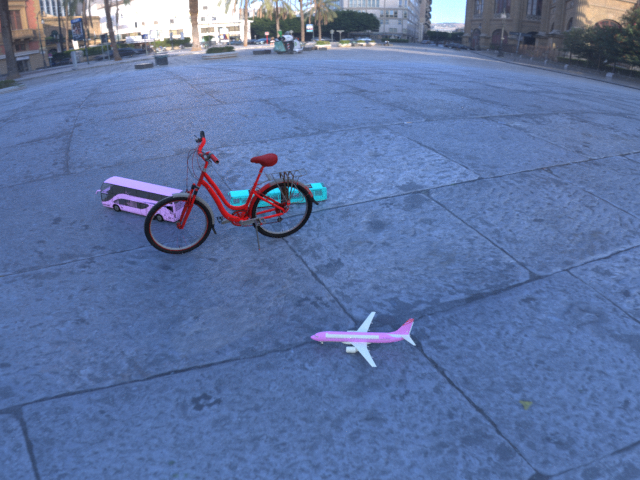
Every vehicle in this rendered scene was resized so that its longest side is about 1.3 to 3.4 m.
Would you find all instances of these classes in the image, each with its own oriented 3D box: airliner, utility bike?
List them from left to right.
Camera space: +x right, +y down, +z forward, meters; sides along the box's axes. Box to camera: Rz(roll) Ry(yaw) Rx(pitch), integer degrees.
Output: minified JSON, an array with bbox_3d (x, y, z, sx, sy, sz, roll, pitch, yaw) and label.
[{"bbox_3d":[-1.299,-0.666,10.680,2.791,1.839,1.039,-10,30,-17],"label":"utility bike"},{"bbox_3d":[0.534,1.145,8.790,1.307,0.429,1.161,2,28,3],"label":"airliner"}]

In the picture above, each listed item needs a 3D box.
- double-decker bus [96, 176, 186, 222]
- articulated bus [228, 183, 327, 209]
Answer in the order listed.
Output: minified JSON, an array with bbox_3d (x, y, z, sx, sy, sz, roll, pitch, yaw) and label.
[{"bbox_3d":[-3.107,-0.718,12.153,1.672,0.541,0.389,13,31,22],"label":"double-decker bus"},{"bbox_3d":[-0.752,-0.790,12.555,1.749,0.289,0.311,-6,29,-12],"label":"articulated bus"}]
